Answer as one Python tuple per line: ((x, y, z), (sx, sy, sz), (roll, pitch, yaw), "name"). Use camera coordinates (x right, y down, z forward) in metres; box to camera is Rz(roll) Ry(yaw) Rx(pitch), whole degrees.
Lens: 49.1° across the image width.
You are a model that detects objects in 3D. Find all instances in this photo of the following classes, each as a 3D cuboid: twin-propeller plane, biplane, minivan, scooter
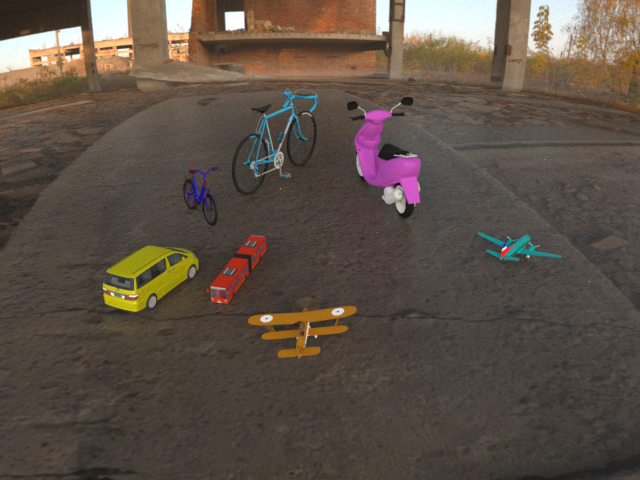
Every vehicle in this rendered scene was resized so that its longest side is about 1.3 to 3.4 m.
((3.021, 0.075, 10.800), (1.370, 0.407, 1.095), (19, 31, 34), "twin-propeller plane")
((-0.234, 1.121, 8.495), (1.336, 0.504, 1.090), (2, 26, 4), "biplane")
((-2.332, 0.433, 9.807), (0.681, 0.616, 1.548), (11, 28, 23), "minivan")
((1.182, -1.598, 12.706), (1.288, 1.786, 2.721), (-8, 27, -16), "scooter")

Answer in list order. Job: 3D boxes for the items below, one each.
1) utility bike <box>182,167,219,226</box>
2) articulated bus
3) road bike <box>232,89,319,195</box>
((-2.059, -0.864, 12.143), (0.535, 0.946, 1.435), (-16, 30, -29), "utility bike")
((-1.175, 0.397, 10.263), (0.311, 0.289, 1.749), (6, 26, 13), "articulated bus")
((-0.826, -1.971, 13.640), (0.697, 1.656, 3.004), (14, 29, 27), "road bike")
